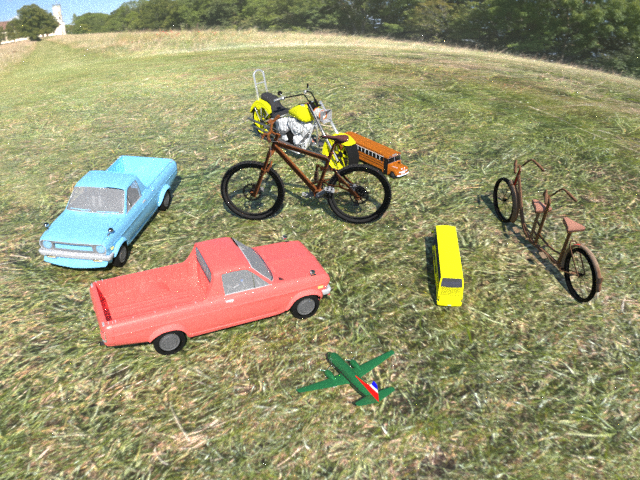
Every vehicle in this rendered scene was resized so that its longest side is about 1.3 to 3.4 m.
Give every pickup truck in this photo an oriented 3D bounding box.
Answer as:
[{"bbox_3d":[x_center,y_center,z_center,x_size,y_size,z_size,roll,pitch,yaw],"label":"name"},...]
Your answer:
[{"bbox_3d":[-3.368,-0.636,11.475,1.244,0.993,3.117,5,31,8],"label":"pickup truck"},{"bbox_3d":[-1.433,0.607,9.338,3.117,0.993,1.244,-13,32,-21],"label":"pickup truck"}]

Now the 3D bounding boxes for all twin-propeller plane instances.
[{"bbox_3d":[0.377,1.572,8.263,1.370,0.407,1.095,-17,34,-27],"label":"twin-propeller plane"}]

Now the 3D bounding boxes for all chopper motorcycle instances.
[{"bbox_3d":[-0.374,-2.389,14.006,0.906,1.480,3.040,-25,38,-36],"label":"chopper motorcycle"}]

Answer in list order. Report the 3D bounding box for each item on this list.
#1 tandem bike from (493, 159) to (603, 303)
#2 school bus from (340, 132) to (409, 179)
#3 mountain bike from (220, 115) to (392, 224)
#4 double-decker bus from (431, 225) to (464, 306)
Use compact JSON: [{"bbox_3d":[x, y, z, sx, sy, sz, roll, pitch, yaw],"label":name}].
[{"bbox_3d":[3.366,-0.306,10.578,0.550,1.326,3.192,-7,31,-11],"label":"tandem bike"},{"bbox_3d":[1.066,-1.689,13.841,0.365,0.434,1.708,-22,37,-33],"label":"school bus"},{"bbox_3d":[-0.241,-1.050,11.497,2.857,1.688,1.114,2,30,4],"label":"mountain bike"},{"bbox_3d":[1.861,0.329,10.267,0.389,0.541,1.672,3,30,5],"label":"double-decker bus"}]
